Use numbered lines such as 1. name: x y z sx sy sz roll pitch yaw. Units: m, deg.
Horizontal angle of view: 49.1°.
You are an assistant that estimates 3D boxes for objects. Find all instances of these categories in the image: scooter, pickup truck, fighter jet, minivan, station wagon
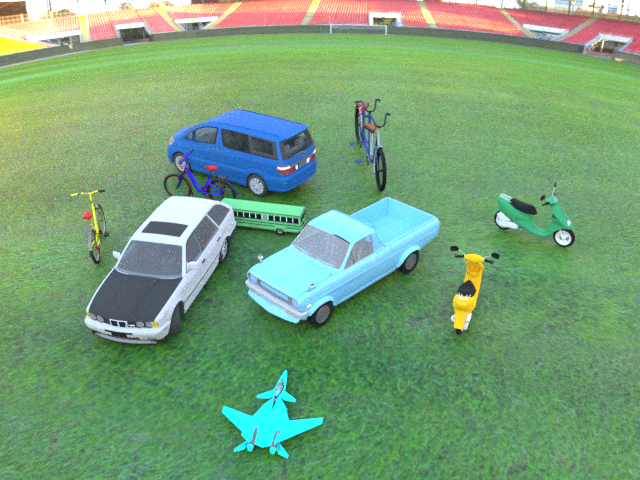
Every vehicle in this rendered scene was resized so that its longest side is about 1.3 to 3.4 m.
1. scooter: 3.445 -0.448 11.240 1.399 0.919 0.662 19 35 30
2. pickup truck: 0.408 0.134 10.170 1.244 0.993 3.117 27 39 37
3. fighter jet: -0.520 1.852 7.926 1.147 0.286 1.358 5 31 8
4. minivan: -1.551 -1.777 13.244 3.011 1.197 1.324 18 35 28
5. station wagon: -2.200 0.260 10.025 1.327 0.920 3.105 6 31 11
6. scooter: 2.014 0.601 9.442 0.662 0.919 1.399 10 32 17

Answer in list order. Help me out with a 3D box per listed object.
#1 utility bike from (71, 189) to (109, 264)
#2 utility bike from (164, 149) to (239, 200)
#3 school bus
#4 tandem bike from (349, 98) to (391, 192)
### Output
1. utility bike: -3.557 -0.268 10.905 0.535 0.946 1.435 -4 31 -8
2. utility bike: -2.121 -1.031 12.215 1.435 0.946 0.535 8 31 14
3. school bus: -1.088 -0.400 11.640 1.708 0.434 0.365 7 31 12
4. tandem bike: 0.968 -2.103 13.674 0.550 1.326 3.192 -3 30 -6
